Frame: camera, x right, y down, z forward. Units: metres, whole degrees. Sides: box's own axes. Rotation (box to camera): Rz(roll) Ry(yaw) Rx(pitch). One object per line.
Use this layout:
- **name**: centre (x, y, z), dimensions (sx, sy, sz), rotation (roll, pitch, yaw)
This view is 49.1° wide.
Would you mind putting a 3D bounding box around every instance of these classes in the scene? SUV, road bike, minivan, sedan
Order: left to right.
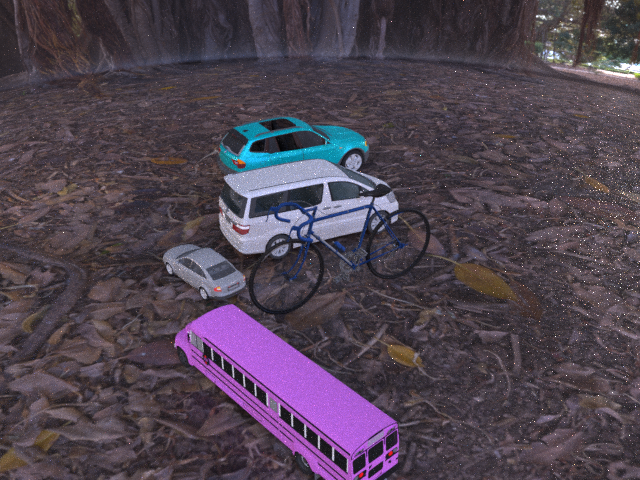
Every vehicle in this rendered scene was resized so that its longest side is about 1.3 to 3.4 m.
- **sedan**: centre (-1.754, 0.393, 10.423), dimensions (0.635, 0.483, 1.613), rotation (-24, 37, -36)
- **SUV**: centre (-0.492, -1.823, 13.754), dimensions (3.058, 1.128, 1.276), rotation (-15, 33, -26)
- **minivan**: centre (-0.131, -0.647, 11.563), dimensions (3.011, 1.197, 1.324), rotation (-14, 32, -23)
- **road bike**: centre (0.358, 0.067, 9.803), dimensions (3.004, 1.656, 0.697), rotation (-16, 33, -26)

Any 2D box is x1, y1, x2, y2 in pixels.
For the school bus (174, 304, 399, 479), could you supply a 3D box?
- **school bus**: centre (-0.552, 1.607, 7.863), dimensions (0.709, 0.844, 3.322), rotation (-24, 37, -36)
